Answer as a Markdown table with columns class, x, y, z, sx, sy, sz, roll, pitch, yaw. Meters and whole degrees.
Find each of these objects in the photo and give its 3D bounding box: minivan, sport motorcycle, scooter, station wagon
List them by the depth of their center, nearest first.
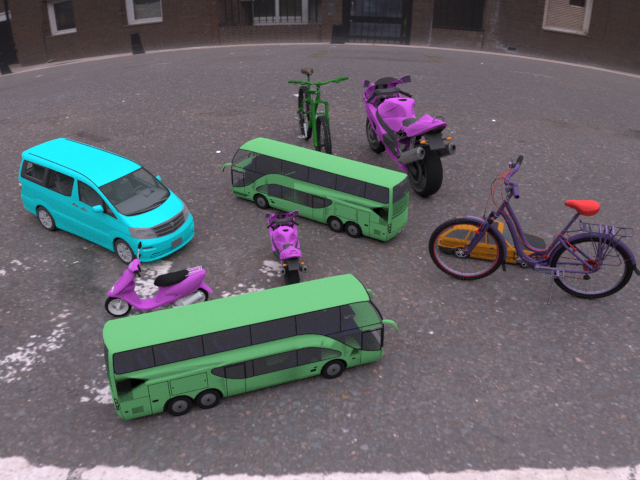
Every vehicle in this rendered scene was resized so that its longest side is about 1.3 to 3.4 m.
| class | x | y | z | sx | sy | sz | roll | pitch | yaw |
| --- | --- | --- | --- | --- | --- | --- | --- | --- | --- |
| scooter | -2.126 | 0.553 | 9.121 | 1.399 | 0.919 | 0.662 | -6 | 31 | -10 |
| sport motorcycle | -0.474 | 0.143 | 9.919 | 0.506 | 0.821 | 1.520 | -5 | 31 | -9 |
| station wagon | 2.598 | -0.006 | 10.520 | 1.597 | 0.473 | 0.682 | 9 | 31 | 14 |
| minivan | -3.358 | -0.660 | 10.922 | 3.011 | 1.197 | 1.324 | 19 | 35 | 29 |
| sport motorcycle | 1.493 | -1.967 | 12.766 | 0.983 | 1.596 | 2.955 | -10 | 32 | -17 |

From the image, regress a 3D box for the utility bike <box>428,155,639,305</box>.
| class | x | y | z | sx | sy | sz | roll | pitch | yaw |
| --- | --- | --- | --- | --- | --- | --- | --- | --- | --- |
| utility bike | 2.837 | -0.033 | 9.211 | 2.791 | 1.839 | 1.039 | 8 | 31 | 14 |

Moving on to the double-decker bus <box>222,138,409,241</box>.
| class | x | y | z | sx | sy | sz | roll | pitch | yaw |
| --- | --- | --- | --- | --- | --- | --- | --- | --- | --- |
| double-decker bus | -0.111 | -0.884 | 11.449 | 3.251 | 1.052 | 0.756 | 18 | 35 | 28 |

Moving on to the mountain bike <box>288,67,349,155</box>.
| class | x | y | z | sx | sy | sz | roll | pitch | yaw |
| --- | --- | --- | --- | --- | --- | --- | --- | --- | --- |
| mountain bike | -0.130 | -2.430 | 13.469 | 1.114 | 1.688 | 2.857 | -6 | 31 | -10 |

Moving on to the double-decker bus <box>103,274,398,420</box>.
| class | x | y | z | sx | sy | sz | roll | pitch | yaw |
| --- | --- | --- | --- | --- | --- | --- | --- | --- | --- |
| double-decker bus | -0.742 | 1.161 | 7.946 | 3.251 | 1.052 | 0.756 | -10 | 32 | -17 |
